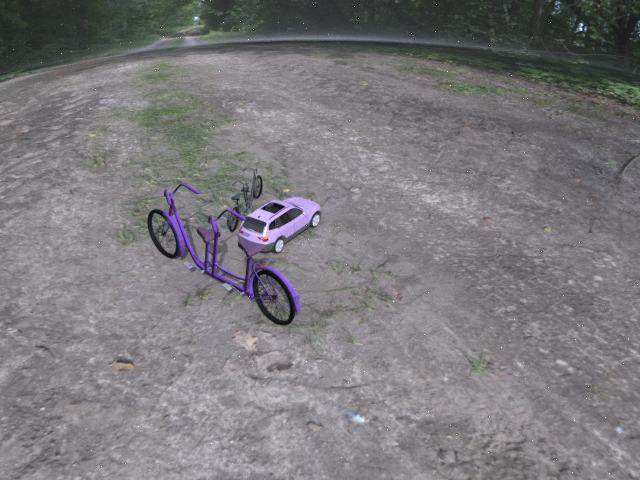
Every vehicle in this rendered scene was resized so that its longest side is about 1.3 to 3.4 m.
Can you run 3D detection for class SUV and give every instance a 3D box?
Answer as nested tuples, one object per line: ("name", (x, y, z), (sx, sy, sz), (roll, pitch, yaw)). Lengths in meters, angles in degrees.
("SUV", (-0.605, -0.332, 10.904), (0.656, 0.580, 1.572), (19, 35, 29))

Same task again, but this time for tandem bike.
("tandem bike", (-1.225, -0.732, 11.486), (0.283, 0.682, 1.642), (7, 31, 12))
("tandem bike", (-1.419, 0.102, 9.427), (3.192, 1.326, 0.550), (26, 39, 36))
